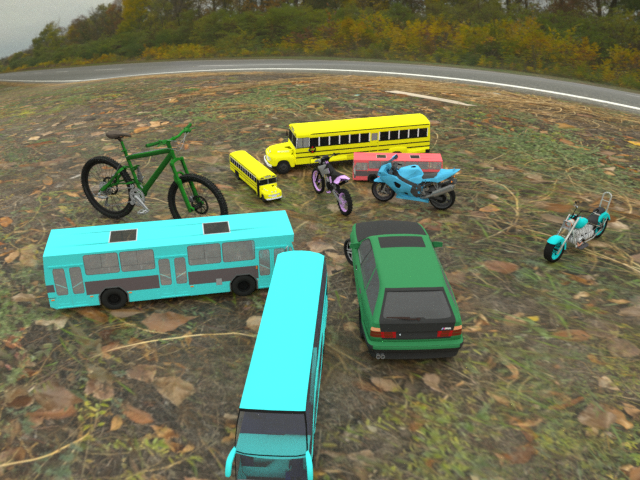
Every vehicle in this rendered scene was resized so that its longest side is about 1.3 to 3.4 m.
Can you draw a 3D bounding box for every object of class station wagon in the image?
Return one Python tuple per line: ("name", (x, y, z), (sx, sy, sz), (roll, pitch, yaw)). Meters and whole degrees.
("station wagon", (1.057, 0.390, 9.347), (1.327, 0.920, 3.105), (-1, 27, -2))

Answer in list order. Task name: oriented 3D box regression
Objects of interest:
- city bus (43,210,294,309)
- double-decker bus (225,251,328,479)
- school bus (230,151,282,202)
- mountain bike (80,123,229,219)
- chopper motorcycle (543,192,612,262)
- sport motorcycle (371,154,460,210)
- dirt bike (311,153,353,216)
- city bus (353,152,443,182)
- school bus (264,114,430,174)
("city bus", (-1.990, 0.284, 9.582), (3.255, 0.894, 0.926), (-5, 28, -10))
("double-decker bus", (-0.331, 1.307, 7.427), (0.756, 1.052, 3.251), (2, 27, 3))
("school bus", (-1.195, -1.187, 12.934), (0.365, 0.434, 1.708), (-14, 30, -25))
("mountain bike", (-2.713, -0.957, 11.121), (2.857, 1.688, 1.114), (12, 30, 22))
("chopper motorcycle", (3.948, -0.205, 10.674), (1.563, 0.761, 0.466), (-21, 34, -34))
("sport motorcycle", (1.631, -0.979, 12.109), (1.520, 0.821, 0.506), (9, 29, 17))
("dirt bike", (0.185, -1.026, 12.161), (0.527, 0.857, 1.493), (-13, 30, -23))
("city bus", (1.458, -1.364, 13.249), (1.674, 0.460, 0.476), (1, 27, 2))
("school bus", (0.539, -1.950, 13.966), (3.322, 0.844, 0.709), (-7, 28, -13))
